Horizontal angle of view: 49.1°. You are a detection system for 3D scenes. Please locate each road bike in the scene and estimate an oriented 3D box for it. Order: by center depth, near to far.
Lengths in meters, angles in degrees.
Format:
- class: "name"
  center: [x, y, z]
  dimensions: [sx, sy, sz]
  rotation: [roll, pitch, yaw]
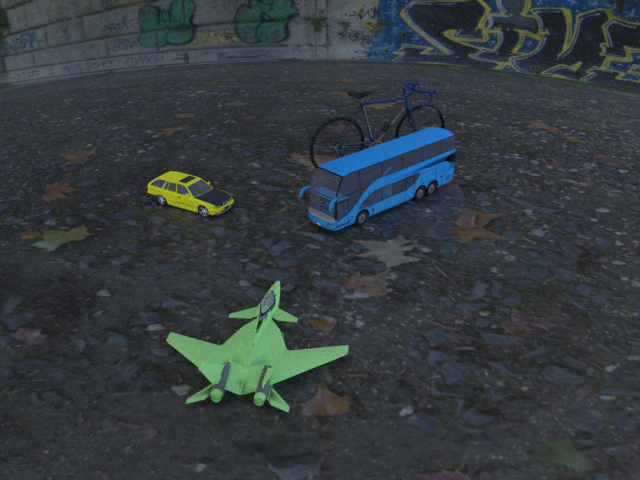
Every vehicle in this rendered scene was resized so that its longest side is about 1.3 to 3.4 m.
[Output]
- class: "road bike"
  center: [1.165, -2.173, 13.510]
  dimensions: [3.004, 1.656, 0.696]
  rotation: [-12, 30, -22]

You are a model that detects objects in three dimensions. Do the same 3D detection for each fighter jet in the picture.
- class: "fighter jet"
  center: [-0.745, 1.039, 8.640]
  dimensions: [2.229, 0.557, 2.640]
  rotation: [3, 28, 6]

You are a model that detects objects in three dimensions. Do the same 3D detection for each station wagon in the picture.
- class: "station wagon"
  center: [-2.273, -0.841, 12.265]
  dimensions: [1.597, 0.473, 0.682]
  rotation: [16, 32, 27]

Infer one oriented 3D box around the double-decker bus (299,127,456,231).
- class: "double-decker bus"
  center: [1.104, -1.082, 12.102]
  dimensions: [3.251, 1.052, 0.756]
  rotation: [-23, 36, -37]
